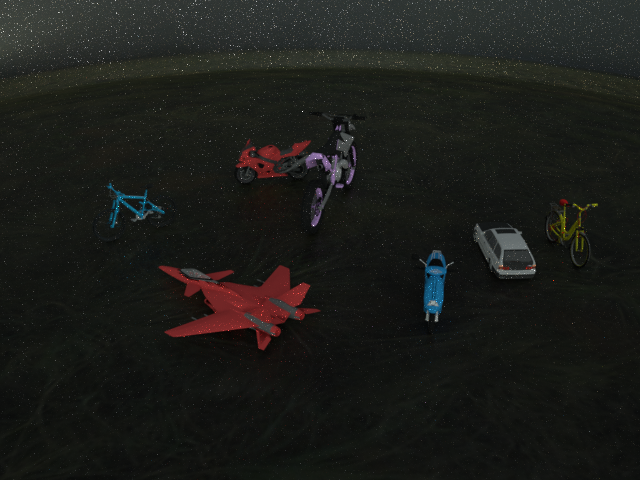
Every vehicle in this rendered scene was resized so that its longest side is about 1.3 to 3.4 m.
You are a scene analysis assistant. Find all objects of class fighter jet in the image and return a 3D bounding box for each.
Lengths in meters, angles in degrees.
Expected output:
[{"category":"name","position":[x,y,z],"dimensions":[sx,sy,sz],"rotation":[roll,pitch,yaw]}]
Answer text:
[{"category":"fighter jet","position":[-1.374,0.617,9.659],"dimensions":[2.640,0.557,2.229],"rotation":[20,33,34]}]

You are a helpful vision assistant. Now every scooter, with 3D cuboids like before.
[{"category":"scooter","position":[1.541,0.545,9.402],"dimensions":[0.662,0.919,1.399],"rotation":[5,27,9]}]

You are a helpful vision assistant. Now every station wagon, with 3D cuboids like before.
[{"category":"station wagon","position":[2.843,0.056,10.850],"dimensions":[0.682,0.473,1.597],"rotation":[-1,27,-2]}]

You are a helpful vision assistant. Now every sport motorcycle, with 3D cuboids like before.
[{"category":"sport motorcycle","position":[-0.915,-1.520,13.555],"dimensions":[1.520,0.821,0.506],"rotation":[-7,28,-13]}]

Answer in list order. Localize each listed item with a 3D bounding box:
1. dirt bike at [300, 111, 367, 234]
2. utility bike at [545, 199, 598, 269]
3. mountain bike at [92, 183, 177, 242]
[{"category":"dirt bike","position":[0.201,-1.317,12.228],"dimensions":[1.024,1.666,2.903],"rotation":[9,28,17]},{"category":"utility bike","position":[3.898,-0.221,10.874],"dimensions":[0.535,0.946,1.435],"rotation":[-5,27,-9]},{"category":"mountain bike","position":[-3.044,-0.502,11.509],"dimensions":[1.469,0.868,0.573],"rotation":[-19,33,-32]}]
